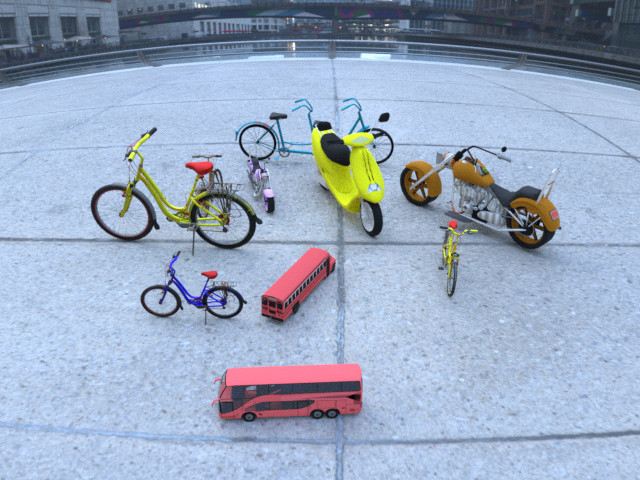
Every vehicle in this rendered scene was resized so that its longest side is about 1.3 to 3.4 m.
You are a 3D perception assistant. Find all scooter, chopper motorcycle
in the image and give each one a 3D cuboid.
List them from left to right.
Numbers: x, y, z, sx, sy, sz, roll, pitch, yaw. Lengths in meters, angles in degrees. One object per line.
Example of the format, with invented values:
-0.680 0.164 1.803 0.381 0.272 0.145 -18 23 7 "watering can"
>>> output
-1.061 -1.119 12.602 0.466 0.761 1.563 -8 30 -15 "chopper motorcycle"
0.438 -1.341 11.950 1.288 1.786 2.721 -11 31 -20 "scooter"
2.553 -0.899 11.477 0.906 1.480 3.040 -24 37 -36 "chopper motorcycle"

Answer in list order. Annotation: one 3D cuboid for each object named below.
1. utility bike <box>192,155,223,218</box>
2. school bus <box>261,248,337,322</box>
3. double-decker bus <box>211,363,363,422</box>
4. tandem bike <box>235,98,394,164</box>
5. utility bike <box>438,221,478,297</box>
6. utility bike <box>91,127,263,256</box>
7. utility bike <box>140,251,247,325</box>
-1.984 -0.983 12.171 0.535 0.946 1.435 5 30 8 "utility bike"
-0.257 0.565 9.942 0.365 0.434 1.708 14 32 23 "school bus"
-0.359 1.696 7.821 1.672 0.541 0.389 -2 29 -3 "double-decker bus"
-0.125 -2.152 13.863 3.192 1.326 0.550 3 30 5 "tandem bike"
1.953 0.143 10.170 0.535 0.946 1.435 2 29 4 "utility bike"
-2.276 -0.653 10.673 2.791 1.839 1.039 4 30 8 "utility bike"
-1.688 0.681 9.213 1.435 0.946 0.535 1 29 2 "utility bike"
